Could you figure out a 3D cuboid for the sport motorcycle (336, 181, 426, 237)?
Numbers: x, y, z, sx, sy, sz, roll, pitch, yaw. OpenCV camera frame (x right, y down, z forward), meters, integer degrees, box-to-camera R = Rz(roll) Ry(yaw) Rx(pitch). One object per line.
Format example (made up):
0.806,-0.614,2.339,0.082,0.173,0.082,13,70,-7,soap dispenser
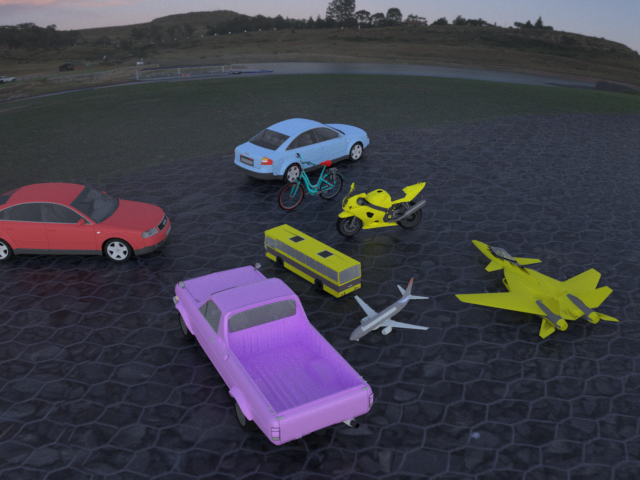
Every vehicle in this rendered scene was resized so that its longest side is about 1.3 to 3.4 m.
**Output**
0.981,-0.502,11.257,1.520,0.821,0.506,-8,27,-16,sport motorcycle

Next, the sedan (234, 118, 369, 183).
-0.291,-1.942,14.057,3.137,0.940,1.235,-24,35,-39,sedan

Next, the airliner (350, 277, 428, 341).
0.803,0.887,8.870,1.161,0.429,1.307,22,34,37,airliner

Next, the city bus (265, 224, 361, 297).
-0.135,0.294,10.043,0.476,0.460,1.674,-21,33,-36,city bus

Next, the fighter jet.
2.814,0.400,9.717,2.229,0.557,2.640,-9,27,-17,fighter jet

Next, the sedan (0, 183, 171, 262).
-3.904,-0.337,10.786,3.137,0.940,1.235,1,26,1,sedan

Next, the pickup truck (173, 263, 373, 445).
-0.663,1.077,7.843,1.244,0.993,3.117,-13,29,-25,pickup truck

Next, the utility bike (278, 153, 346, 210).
-0.101,-1.030,12.192,1.435,0.946,0.535,-17,31,-31,utility bike
